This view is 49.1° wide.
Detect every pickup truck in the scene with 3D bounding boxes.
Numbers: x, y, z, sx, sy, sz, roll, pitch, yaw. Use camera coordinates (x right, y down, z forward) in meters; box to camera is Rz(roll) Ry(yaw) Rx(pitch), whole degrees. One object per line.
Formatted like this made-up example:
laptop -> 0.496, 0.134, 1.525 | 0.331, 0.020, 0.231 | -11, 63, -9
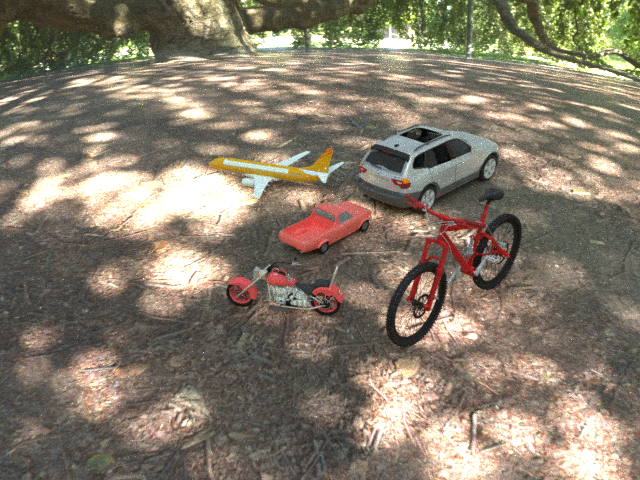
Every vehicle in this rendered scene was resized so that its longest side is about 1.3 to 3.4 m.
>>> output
pickup truck -> 0.110, -0.255, 10.843 | 0.640, 0.511, 1.603 | 24, 37, 37

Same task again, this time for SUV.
SUV -> 1.976, -1.442, 12.352 | 1.276, 1.128, 3.058 | 25, 38, 38

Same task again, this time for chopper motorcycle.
chopper motorcycle -> -0.466, 0.587, 9.063 | 1.563, 0.761, 0.466 | 6, 30, 11

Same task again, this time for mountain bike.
mountain bike -> 1.781, 0.204, 8.798 | 1.114, 1.688, 2.857 | 25, 38, 38

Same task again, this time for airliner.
airliner -> -0.908, -1.416, 12.607 | 2.541, 0.835, 2.257 | 11, 31, 19
